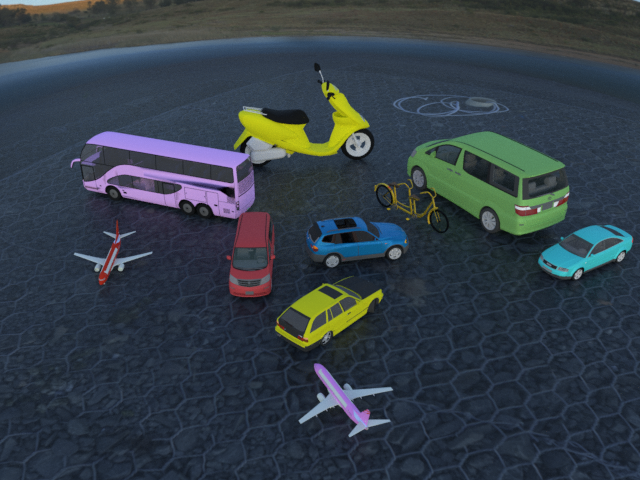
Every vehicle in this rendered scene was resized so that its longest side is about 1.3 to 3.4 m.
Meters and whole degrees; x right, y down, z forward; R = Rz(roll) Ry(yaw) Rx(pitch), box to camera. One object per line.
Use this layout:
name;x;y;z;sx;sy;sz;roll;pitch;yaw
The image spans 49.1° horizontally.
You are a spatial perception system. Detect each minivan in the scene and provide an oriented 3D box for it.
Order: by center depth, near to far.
minivan;-0.974;0.193;10.135;0.681;0.616;1.548;0;31;-1
minivan;2.738;-1.154;11.847;1.324;1.197;3.011;-17;35;-26

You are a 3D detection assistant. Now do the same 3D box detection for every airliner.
airliner;0.233;1.674;7.805;1.161;0.429;1.307;-14;33;-23
airliner;-3.095;0.189;10.324;1.161;0.429;1.307;-1;31;-1

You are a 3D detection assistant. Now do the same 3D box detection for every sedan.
sedan;3.951;0.124;10.382;1.613;0.483;0.635;-17;35;-27

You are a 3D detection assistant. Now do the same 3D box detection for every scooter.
scooter;-0.279;-2.268;13.157;2.721;1.786;1.288;-5;31;-9

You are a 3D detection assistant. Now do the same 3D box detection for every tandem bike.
tandem bike;1.489;-0.651;11.501;0.283;0.682;1.642;-24;38;-35

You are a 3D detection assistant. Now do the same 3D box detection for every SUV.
SUV;0.556;-0.031;10.548;1.572;0.580;0.656;-7;31;-11

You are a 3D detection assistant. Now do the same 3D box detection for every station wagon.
station wagon;0.159;0.857;9.148;0.682;0.473;1.597;25;39;36

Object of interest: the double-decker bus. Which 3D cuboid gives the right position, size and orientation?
double-decker bus;-2.686;-1.135;11.957;3.251;1.052;0.756;11;32;18
